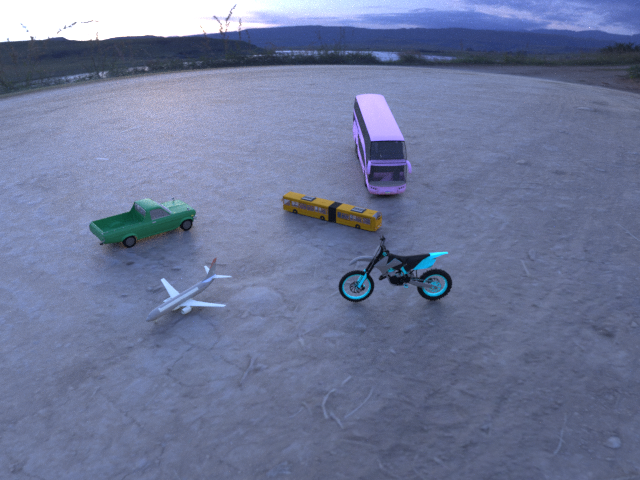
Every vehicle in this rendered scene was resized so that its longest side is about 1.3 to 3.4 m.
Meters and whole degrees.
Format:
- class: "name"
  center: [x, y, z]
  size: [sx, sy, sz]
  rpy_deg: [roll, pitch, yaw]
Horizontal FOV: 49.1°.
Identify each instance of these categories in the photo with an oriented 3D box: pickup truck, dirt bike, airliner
- class: "pickup truck"
  center: [-2.738, -0.325, 10.906]
  size: [1.603, 0.511, 0.640]
  rpy_deg: [-19, 33, -33]
- class: "dirt bike"
  center: [0.986, 0.426, 9.042]
  size: [1.493, 0.857, 0.527]
  rpy_deg: [-1, 27, -3]
- class: "airliner"
  center: [-1.765, 0.654, 9.066]
  size: [1.161, 0.429, 1.307]
  rpy_deg: [18, 32, 32]

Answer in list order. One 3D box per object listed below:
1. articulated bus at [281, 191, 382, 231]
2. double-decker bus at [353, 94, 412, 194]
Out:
- class: "articulated bus"
  center: [0.171, -0.476, 11.450]
  size: [1.749, 0.289, 0.311]
  rpy_deg: [14, 30, 26]
- class: "double-decker bus"
  center: [1.098, -1.853, 13.323]
  size: [0.756, 1.052, 3.251]
  rpy_deg: [-1, 27, -2]
